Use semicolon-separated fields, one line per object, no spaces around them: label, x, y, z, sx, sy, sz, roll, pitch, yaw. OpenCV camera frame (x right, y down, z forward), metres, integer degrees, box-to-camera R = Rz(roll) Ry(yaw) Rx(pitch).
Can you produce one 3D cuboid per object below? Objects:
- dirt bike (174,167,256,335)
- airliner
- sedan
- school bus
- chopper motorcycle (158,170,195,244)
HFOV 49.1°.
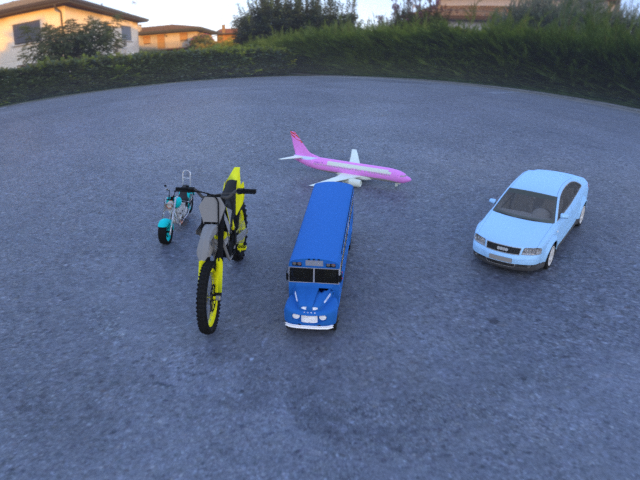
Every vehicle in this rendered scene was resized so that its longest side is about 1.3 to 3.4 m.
dirt bike;-1.288;-0.047;9.401;1.024;1.666;2.903;2;26;4
airliner;0.545;-1.554;13.489;2.541;0.835;2.257;10;28;20
sedan;3.409;-0.476;11.130;1.235;0.940;3.137;15;30;29
school bus;0.044;0.139;9.963;0.709;0.844;3.322;3;26;6
chopper motorcycle;-2.368;-0.554;11.498;0.466;0.761;1.563;3;26;6
